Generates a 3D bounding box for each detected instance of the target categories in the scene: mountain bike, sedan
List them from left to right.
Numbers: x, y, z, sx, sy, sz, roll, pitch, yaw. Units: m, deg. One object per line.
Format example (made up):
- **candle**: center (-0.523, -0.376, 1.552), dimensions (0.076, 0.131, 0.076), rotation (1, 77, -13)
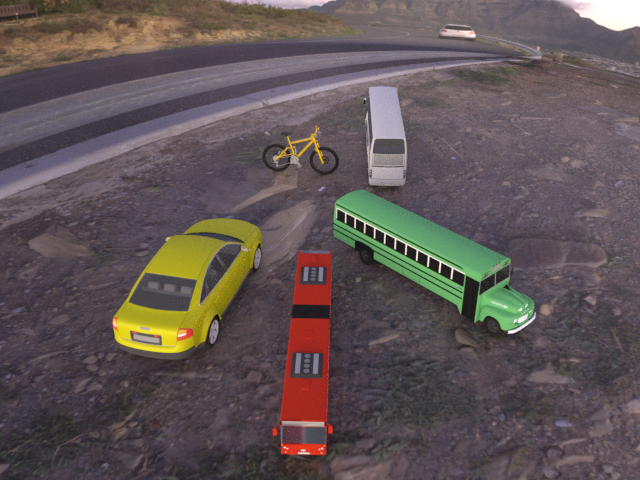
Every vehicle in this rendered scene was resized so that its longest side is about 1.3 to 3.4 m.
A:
- **sedan**: center (-1.684, 0.423, 9.528), dimensions (1.235, 0.940, 3.137), rotation (7, 31, 12)
- **mountain bike**: center (-0.369, -1.651, 13.116), dimensions (1.469, 0.868, 0.573), rotation (5, 31, 8)

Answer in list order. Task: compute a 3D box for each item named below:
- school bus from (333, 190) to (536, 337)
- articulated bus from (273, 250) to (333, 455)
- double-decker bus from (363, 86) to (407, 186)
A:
- **school bus**: center (1.542, 0.246, 9.921), dimensions (0.709, 0.844, 3.322), rotation (-24, 38, -35)
- **articulated bus**: center (-0.122, 1.197, 8.588), dimensions (0.605, 0.561, 3.401), rotation (1, 31, 2)
- **double-decker bus**: center (1.258, -2.126, 13.741), dimensions (0.756, 1.052, 3.251), rotation (1, 31, 2)
